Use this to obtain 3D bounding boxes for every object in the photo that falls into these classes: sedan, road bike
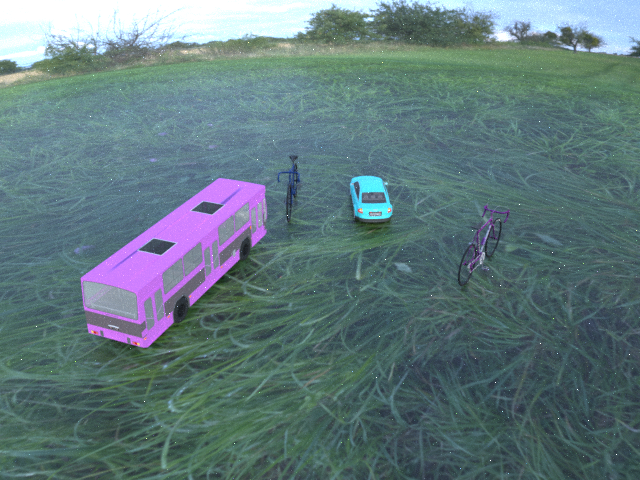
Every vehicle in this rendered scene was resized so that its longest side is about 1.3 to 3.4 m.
[{"bbox_3d":[0.836,-0.766,11.672,0.635,0.483,1.613,-1,28,-2],"label":"sedan"},{"bbox_3d":[-0.460,-0.914,11.558,0.358,0.852,1.545,2,28,4],"label":"road bike"},{"bbox_3d":[2.254,0.042,9.742,0.358,0.852,1.545,17,32,29],"label":"road bike"}]

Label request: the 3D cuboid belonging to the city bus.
[{"bbox_3d":[-1.775,0.207,9.381,0.926,0.894,3.255,11,30,20],"label":"city bus"}]
